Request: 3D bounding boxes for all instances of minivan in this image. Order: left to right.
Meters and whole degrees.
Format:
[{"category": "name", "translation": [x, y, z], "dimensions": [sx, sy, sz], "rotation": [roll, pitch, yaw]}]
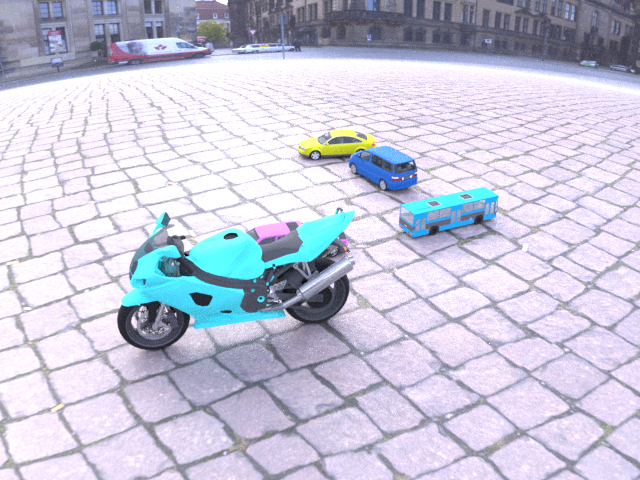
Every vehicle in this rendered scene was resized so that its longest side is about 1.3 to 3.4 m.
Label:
[{"category": "minivan", "translation": [1.155, -1.419, 13.121], "dimensions": [0.681, 0.616, 1.548], "rotation": [-16, 32, -28]}]

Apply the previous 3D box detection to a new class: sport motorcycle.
[{"category": "sport motorcycle", "translation": [-0.984, 0.468, 8.486], "dimensions": [2.955, 1.596, 0.983], "rotation": [-8, 29, -15]}]

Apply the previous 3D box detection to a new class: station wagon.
[{"category": "station wagon", "translation": [-0.369, -0.006, 10.591], "dimensions": [1.597, 0.473, 0.682], "rotation": [-8, 29, -15]}]

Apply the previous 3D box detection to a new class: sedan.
[{"category": "sedan", "translation": [0.346, -1.977, 14.322], "dimensions": [1.613, 0.483, 0.635], "rotation": [-3, 28, -5]}]

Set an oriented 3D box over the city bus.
[{"category": "city bus", "translation": [2.112, -0.446, 11.440], "dimensions": [1.674, 0.460, 0.476], "rotation": [-13, 30, -23]}]
